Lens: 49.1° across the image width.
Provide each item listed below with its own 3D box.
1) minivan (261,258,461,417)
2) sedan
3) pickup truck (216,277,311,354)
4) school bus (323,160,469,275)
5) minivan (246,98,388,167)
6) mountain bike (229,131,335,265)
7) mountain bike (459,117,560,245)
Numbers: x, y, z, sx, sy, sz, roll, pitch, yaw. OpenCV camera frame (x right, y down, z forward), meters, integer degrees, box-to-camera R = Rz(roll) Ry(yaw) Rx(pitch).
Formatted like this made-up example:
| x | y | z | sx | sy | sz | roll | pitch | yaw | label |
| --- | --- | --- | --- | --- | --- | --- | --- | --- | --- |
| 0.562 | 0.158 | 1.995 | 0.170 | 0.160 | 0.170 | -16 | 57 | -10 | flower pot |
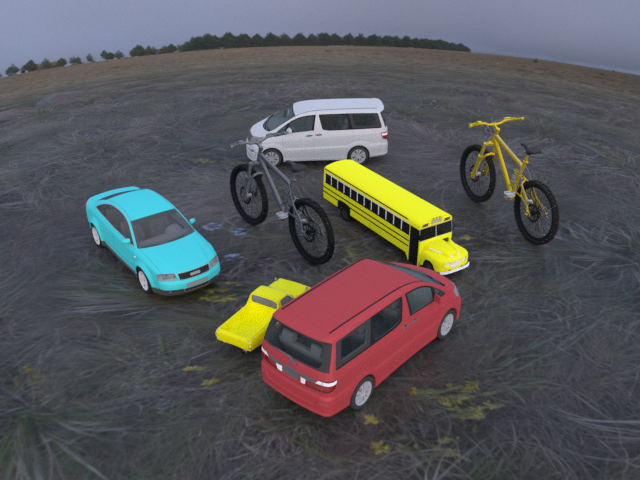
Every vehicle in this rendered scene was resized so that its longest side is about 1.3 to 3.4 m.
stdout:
| x | y | z | sx | sy | sz | roll | pitch | yaw | label |
| --- | --- | --- | --- | --- | --- | --- | --- | --- | --- |
| 0.639 | 0.966 | 8.829 | 1.324 | 1.197 | 3.011 | 22 | 36 | 35 | minivan |
| -2.720 | -0.141 | 11.152 | 1.235 | 0.940 | 3.137 | -20 | 34 | -32 | sedan |
| -0.729 | 0.963 | 9.558 | 0.640 | 0.511 | 1.603 | 15 | 32 | 26 | pickup truck |
| 1.210 | -0.427 | 11.783 | 0.709 | 0.844 | 3.322 | -17 | 32 | -28 | school bus |
| -0.077 | -2.329 | 14.938 | 3.011 | 1.197 | 1.324 | -2 | 28 | -4 | minivan |
| -0.689 | -0.726 | 11.449 | 1.114 | 1.688 | 2.857 | -21 | 35 | -33 | mountain bike |
| 3.251 | -1.110 | 12.160 | 1.114 | 1.688 | 2.857 | -10 | 30 | -18 | mountain bike |
